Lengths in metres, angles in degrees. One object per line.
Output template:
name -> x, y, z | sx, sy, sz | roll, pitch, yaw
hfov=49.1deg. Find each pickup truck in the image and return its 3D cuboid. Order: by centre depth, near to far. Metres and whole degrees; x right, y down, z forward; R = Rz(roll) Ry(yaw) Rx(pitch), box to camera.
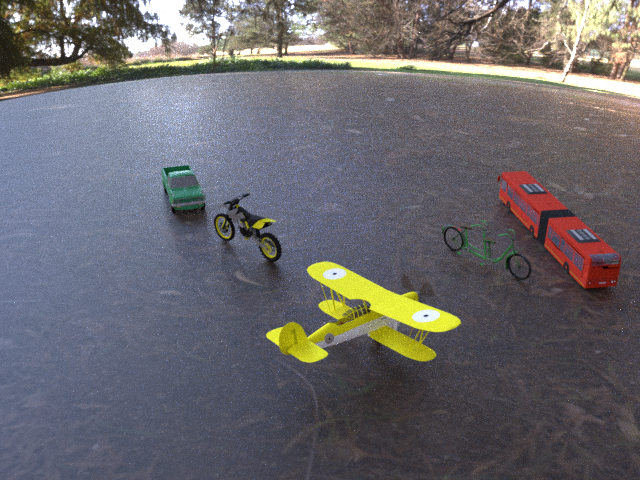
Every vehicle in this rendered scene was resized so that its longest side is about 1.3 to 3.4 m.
pickup truck -> -2.519, -1.019, 12.790 | 0.640, 0.511, 1.603 | -9, 28, -17

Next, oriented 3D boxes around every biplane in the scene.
biplane -> 0.403, 0.960, 8.329 | 2.120, 0.981, 2.598 | -17, 31, -31

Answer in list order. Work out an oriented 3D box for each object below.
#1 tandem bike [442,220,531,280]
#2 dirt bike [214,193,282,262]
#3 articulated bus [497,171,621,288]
tandem bike -> 2.470, 0.053, 10.468 | 0.283, 0.682, 1.642 | -21, 34, -36
dirt bike -> -1.149, -0.216, 10.808 | 1.493, 0.857, 0.527 | 22, 34, 36
articulated bus -> 3.723, -0.273, 11.250 | 0.605, 0.561, 3.401 | -4, 27, -7
